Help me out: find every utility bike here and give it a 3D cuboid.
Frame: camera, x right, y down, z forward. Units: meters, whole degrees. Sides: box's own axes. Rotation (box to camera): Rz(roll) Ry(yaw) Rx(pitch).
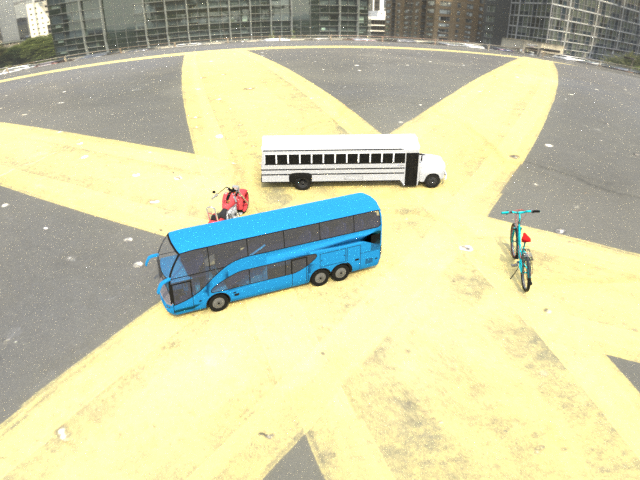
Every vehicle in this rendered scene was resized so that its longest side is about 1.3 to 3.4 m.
[{"bbox_3d":[2.802,0.071,9.888,0.535,0.946,1.435,2,31,3],"label":"utility bike"}]

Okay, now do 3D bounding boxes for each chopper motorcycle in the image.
[{"bbox_3d":[-1.440,-0.510,11.051,0.466,0.761,1.563,7,31,12],"label":"chopper motorcycle"}]

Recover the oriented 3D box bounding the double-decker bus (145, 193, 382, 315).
[{"bbox_3d":[-0.697,0.176,9.607,3.251,1.052,0.756,-13,33,-20],"label":"double-decker bus"}]

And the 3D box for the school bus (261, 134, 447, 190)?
[{"bbox_3d":[0.609,-1.423,12.510,3.322,0.844,0.709,-1,31,-2],"label":"school bus"}]
